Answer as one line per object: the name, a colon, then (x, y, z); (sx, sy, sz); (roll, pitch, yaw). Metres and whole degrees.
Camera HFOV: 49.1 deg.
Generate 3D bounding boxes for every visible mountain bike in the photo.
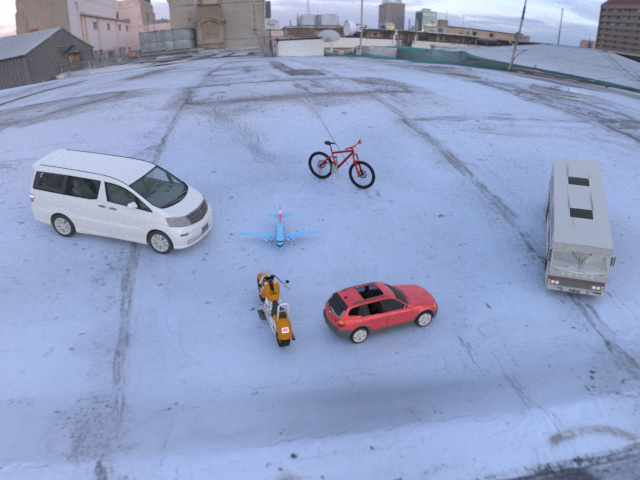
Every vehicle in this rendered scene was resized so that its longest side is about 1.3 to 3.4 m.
mountain bike: (0.404, -1.484, 13.423); (1.469, 0.868, 0.573); (16, 33, 27)

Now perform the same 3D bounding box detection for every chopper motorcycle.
chopper motorcycle: (-0.638, 0.789, 9.439); (0.466, 0.761, 1.563); (-8, 30, -14)

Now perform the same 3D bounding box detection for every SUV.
SUV: (0.827, 0.887, 9.451); (1.572, 0.580, 0.656); (-11, 31, -19)

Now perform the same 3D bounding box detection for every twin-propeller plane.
twin-propeller plane: (-0.660, -0.205, 11.594); (1.370, 0.407, 1.095); (-1, 29, -2)

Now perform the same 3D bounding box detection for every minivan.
minivan: (-3.298, -0.696, 11.666); (3.011, 1.197, 1.324); (9, 30, 16)

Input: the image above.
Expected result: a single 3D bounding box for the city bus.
city bus: (4.092, -0.286, 11.238); (0.926, 0.894, 3.255); (8, 30, 14)
